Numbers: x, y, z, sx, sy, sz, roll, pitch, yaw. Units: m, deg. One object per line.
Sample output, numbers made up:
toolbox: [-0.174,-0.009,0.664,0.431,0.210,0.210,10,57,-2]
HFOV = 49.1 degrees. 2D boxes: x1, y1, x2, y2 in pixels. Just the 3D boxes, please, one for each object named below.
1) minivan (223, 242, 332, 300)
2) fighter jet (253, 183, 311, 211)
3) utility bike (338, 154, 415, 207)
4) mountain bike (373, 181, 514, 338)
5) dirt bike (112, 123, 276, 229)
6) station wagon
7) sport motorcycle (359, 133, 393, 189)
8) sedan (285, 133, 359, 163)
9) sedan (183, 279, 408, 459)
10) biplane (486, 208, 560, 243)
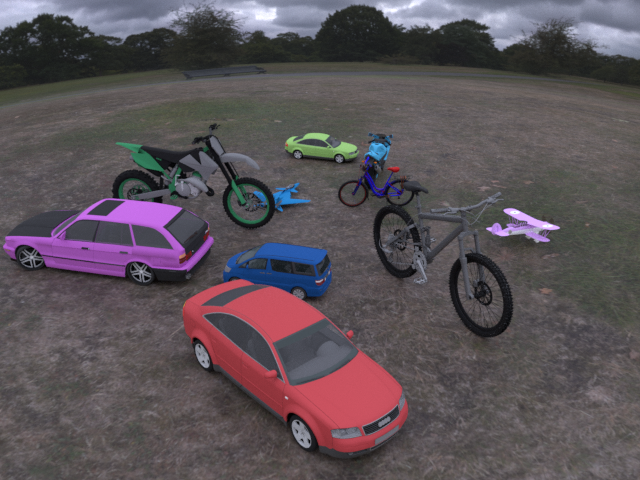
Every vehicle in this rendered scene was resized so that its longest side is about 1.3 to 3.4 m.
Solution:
minivan: [-0.623,0.395,9.947,1.548,0.616,0.681,8,27,16]
fighter jet: [-0.669,-0.913,13.015,1.147,0.286,1.358,11,28,21]
utility bike: [1.042,-0.995,12.429,1.435,0.946,0.535,-1,26,-2]
mountain bike: [1.554,0.089,9.348,1.114,1.688,2.857,-14,29,-27]
dirt bike: [-2.156,-1.034,11.685,2.903,1.666,1.024,5,26,11]
station wagon: [-3.234,-0.088,10.591,3.105,0.920,1.327,6,27,13]
sport motorcycle: [1.104,-1.587,13.792,0.506,0.821,1.520,7,27,14]
sedan: [0.042,-2.015,15.060,1.613,0.483,0.635,8,27,15]
sedan: [-0.370,1.236,7.842,1.235,0.940,3.137,-21,33,-36]
biplane: [3.229,-0.190,11.278,1.090,0.504,1.336,-8,27,-17]
